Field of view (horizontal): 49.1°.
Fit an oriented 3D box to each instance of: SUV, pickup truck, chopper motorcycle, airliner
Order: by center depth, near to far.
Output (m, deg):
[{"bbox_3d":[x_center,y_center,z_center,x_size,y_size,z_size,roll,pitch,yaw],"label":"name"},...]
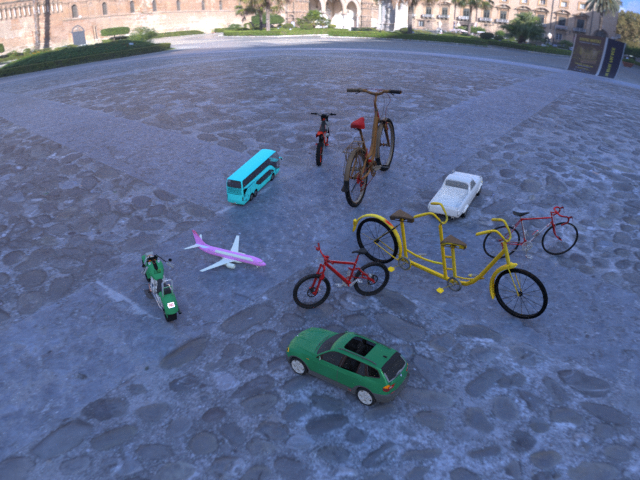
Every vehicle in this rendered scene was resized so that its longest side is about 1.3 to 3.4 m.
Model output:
[{"bbox_3d":[0.321,1.440,8.532,1.572,0.580,0.656,19,35,29],"label":"SUV"},{"bbox_3d":[-2.300,0.530,9.911,0.466,0.761,1.563,-13,33,-22],"label":"chopper motorcycle"},{"bbox_3d":[-1.432,0.147,10.898,1.307,0.429,1.161,12,32,20],"label":"airliner"},{"bbox_3d":[2.447,-0.859,12.542,0.640,0.511,1.603,14,33,22],"label":"pickup truck"}]

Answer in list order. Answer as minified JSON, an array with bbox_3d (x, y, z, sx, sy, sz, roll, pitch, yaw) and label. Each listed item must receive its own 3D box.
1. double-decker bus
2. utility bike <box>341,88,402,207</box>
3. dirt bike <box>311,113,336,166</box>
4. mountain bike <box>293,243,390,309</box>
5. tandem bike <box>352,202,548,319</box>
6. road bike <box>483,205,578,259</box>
[{"bbox_3d":[-1.222,-1.216,13.124,0.389,0.541,1.672,11,32,18],"label":"double-decker bus"},{"bbox_3d":[0.846,-1.819,12.868,1.039,1.839,2.791,12,32,19],"label":"utility bike"},{"bbox_3d":[0.052,-2.149,14.408,0.527,0.857,1.493,4,31,7],"label":"dirt bike"},{"bbox_3d":[0.312,0.504,9.850,1.469,0.868,0.573,-10,32,-17],"label":"mountain bike"},{"bbox_3d":[1.777,0.126,10.045,3.192,1.326,0.550,22,37,32],"label":"tandem bike"},{"bbox_3d":[3.305,-0.102,10.905,1.545,0.852,0.358,-3,30,-6],"label":"road bike"}]
